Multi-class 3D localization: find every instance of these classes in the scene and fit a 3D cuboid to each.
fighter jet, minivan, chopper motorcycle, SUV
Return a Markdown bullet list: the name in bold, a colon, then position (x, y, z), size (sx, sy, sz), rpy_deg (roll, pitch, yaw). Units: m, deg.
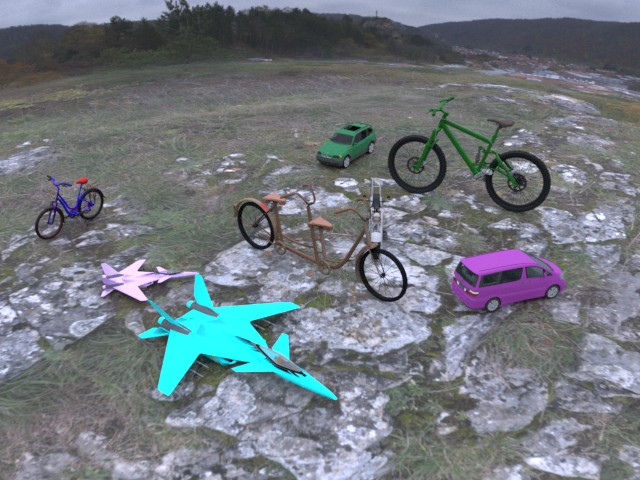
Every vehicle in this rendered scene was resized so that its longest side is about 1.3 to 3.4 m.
- **fighter jet**: position (-2.380, 0.475, 9.827), size (1.358, 0.286, 1.147), rpy_deg (-7, 28, -12)
- **fighter jet**: position (-0.852, 1.185, 8.181), size (2.640, 0.557, 2.229), rpy_deg (20, 34, 33)
- **minivan**: position (2.577, 0.484, 9.455), size (1.548, 0.616, 0.681), rpy_deg (-10, 29, -18)
- **chopper motorcycle**: position (0.869, -0.347, 10.886), size (0.466, 0.761, 1.563), rpy_deg (2, 28, 3)
- **SUV**: position (0.550, -1.946, 14.136), size (0.656, 0.580, 1.572), rpy_deg (17, 32, 29)

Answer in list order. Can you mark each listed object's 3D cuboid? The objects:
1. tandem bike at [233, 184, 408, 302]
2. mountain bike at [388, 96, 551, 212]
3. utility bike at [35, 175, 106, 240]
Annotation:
- **tandem bike**: position (-0.095, -0.126, 9.855), size (3.192, 1.326, 0.550), rpy_deg (21, 34, 34)
- **mountain bike**: position (2.517, -1.427, 11.950), size (2.857, 1.688, 1.114), rpy_deg (13, 30, 23)
- **utility bike**: position (-3.951, -0.602, 11.175), size (0.535, 0.946, 1.435), rpy_deg (16, 32, 28)
